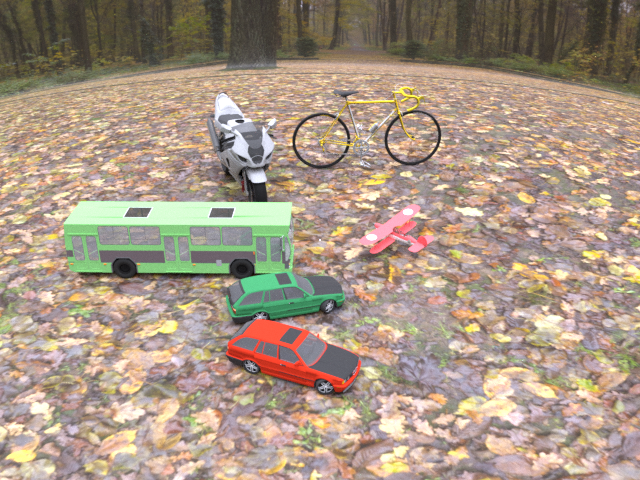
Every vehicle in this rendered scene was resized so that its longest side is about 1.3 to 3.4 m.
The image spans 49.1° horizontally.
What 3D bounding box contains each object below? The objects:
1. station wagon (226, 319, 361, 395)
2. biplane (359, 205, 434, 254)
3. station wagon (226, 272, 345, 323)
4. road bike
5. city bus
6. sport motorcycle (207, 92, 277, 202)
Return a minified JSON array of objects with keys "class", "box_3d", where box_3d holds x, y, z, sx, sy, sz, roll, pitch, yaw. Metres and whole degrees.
[{"class":"station wagon","box_3d":[-0.306,1.331,8.277,1.597,0.473,0.682,12,30,21]},{"class":"biplane","box_3d":[1.223,-0.068,10.945,1.090,0.504,1.336,24,36,39]},{"class":"station wagon","box_3d":[-0.457,0.717,9.463,1.597,0.473,0.682,-8,28,-14]},{"class":"road bike","box_3d":[0.947,-2.226,13.861,3.004,1.656,0.697,-3,27,-5]},{"class":"city bus","box_3d":[-2.024,-0.003,10.397,3.255,0.894,0.926,0,27,1]},{"class":"sport motorcycle","box_3d":[-1.443,-1.613,12.742,0.983,1.596,2.955,-9,29,-17]}]
